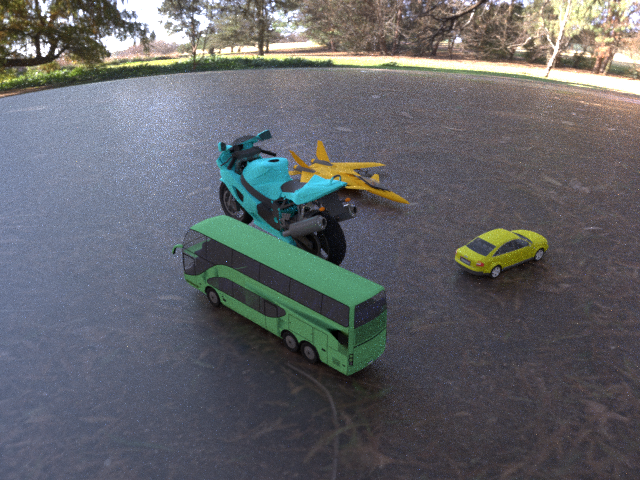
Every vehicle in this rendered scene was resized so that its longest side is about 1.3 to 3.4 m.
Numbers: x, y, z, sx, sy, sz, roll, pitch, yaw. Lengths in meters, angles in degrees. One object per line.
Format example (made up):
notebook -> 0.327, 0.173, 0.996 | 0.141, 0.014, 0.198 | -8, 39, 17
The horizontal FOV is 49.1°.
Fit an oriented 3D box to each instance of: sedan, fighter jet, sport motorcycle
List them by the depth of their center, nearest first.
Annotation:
sedan -> 2.710, 0.107, 10.325 | 1.613, 0.483, 0.635 | -17, 31, -30
sport motorcycle -> -0.643, -0.620, 10.533 | 0.983, 1.596, 2.955 | -22, 34, -37
fighter jet -> 0.600, -1.185, 12.809 | 2.640, 0.557, 2.229 | 23, 35, 38

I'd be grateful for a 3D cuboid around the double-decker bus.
double-decker bus -> -0.587, 0.570, 8.775 | 3.251, 1.052, 0.756 | 23, 35, 38
